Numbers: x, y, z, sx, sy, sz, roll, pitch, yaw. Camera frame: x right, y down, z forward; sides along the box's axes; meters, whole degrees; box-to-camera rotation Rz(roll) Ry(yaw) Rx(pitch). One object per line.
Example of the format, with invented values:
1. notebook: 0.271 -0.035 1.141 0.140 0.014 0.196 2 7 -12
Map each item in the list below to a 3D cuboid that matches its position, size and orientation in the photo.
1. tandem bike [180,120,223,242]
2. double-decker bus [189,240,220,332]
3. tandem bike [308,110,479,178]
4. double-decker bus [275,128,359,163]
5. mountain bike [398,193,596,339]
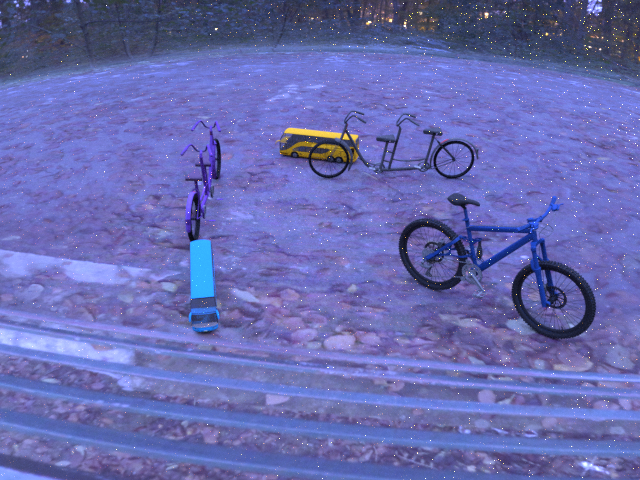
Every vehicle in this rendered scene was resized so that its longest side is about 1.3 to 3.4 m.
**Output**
1. tandem bike: -1.984 -1.143 11.964 0.550 1.326 3.192 1 30 1
2. double-decker bus: -1.621 0.625 9.695 0.389 0.541 1.672 -5 30 -8
3. tandem bike: 1.376 -1.743 13.001 3.192 1.326 0.550 0 30 0
4. double-decker bus: -0.046 -1.904 14.062 1.672 0.541 0.389 8 31 14
5. mountain bike: 2.266 0.228 9.236 2.857 1.688 1.114 22 37 33
